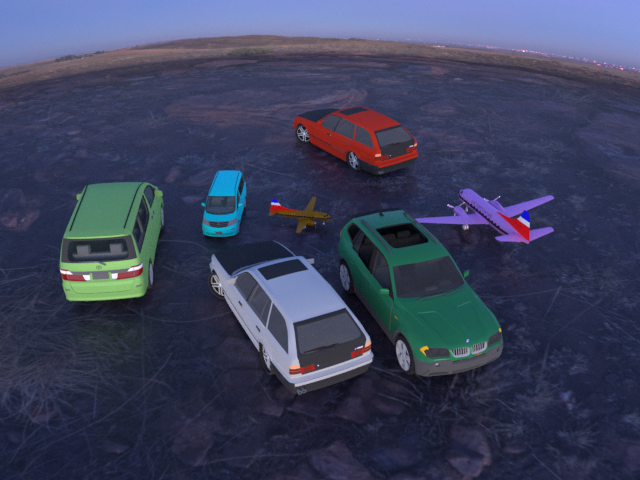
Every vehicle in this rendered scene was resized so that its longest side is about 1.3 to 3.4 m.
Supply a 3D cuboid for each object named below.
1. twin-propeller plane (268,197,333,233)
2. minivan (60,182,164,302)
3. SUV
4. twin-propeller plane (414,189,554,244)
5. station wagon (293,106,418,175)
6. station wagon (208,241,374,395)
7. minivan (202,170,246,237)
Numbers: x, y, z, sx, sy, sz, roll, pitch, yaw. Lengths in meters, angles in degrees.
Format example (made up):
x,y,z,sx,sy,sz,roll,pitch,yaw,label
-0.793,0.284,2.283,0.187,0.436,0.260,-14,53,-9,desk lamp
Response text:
x,y,z,sx,sy,sz,roll,pitch,yaw,label
-0.322,-0.477,11.913,1.095,0.407,1.370,5,30,10,twin-propeller plane
-3.095,-0.227,10.659,1.324,1.197,3.011,-3,29,-5,minivan
1.222,0.564,9.316,1.276,1.128,3.058,-10,31,-18,SUV
2.843,-0.497,11.555,2.663,0.792,2.129,-10,31,-17,twin-propeller plane
0.653,-2.281,14.608,1.327,0.920,3.105,-19,34,-30,station wagon
-0.506,0.730,9.232,1.327,0.920,3.105,-14,32,-23,station wagon
-1.627,-0.631,11.975,0.681,0.616,1.548,1,29,1,minivan
